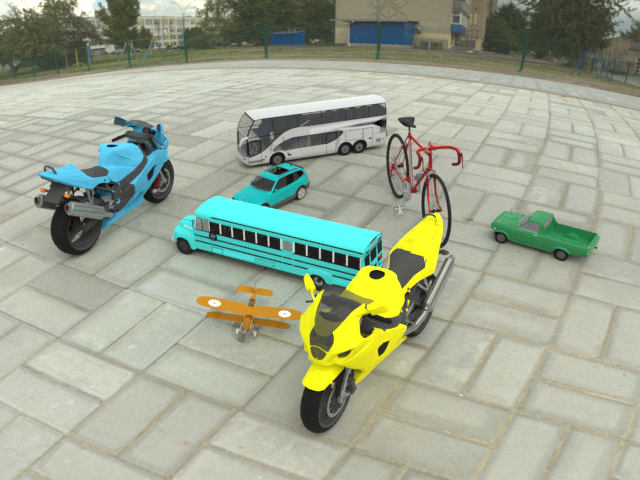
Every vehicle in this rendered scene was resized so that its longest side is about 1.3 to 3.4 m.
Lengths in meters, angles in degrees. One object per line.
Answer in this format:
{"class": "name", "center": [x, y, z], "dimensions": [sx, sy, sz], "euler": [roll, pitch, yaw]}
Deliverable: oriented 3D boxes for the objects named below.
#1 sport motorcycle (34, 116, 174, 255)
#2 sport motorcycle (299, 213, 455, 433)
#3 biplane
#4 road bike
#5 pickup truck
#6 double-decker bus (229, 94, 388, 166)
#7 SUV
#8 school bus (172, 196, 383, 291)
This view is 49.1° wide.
{"class": "sport motorcycle", "center": [-3.306, -0.943, 11.288], "dimensions": [0.983, 1.596, 2.955], "euler": [12, 31, 22]}
{"class": "sport motorcycle", "center": [0.657, 0.867, 7.957], "dimensions": [0.983, 1.596, 2.955], "euler": [17, 33, 29]}
{"class": "biplane", "center": [-0.877, 0.903, 9.034], "dimensions": [1.336, 0.504, 1.090], "euler": [1, 29, 2]}
{"class": "road bike", "center": [1.581, -1.097, 11.509], "dimensions": [0.696, 1.656, 3.004], "euler": [-6, 29, -12]}
{"class": "pickup truck", "center": [3.493, -0.134, 10.936], "dimensions": [1.603, 0.511, 0.640], "euler": [18, 33, 30]}
{"class": "double-decker bus", "center": [-0.184, -2.227, 14.221], "dimensions": [3.251, 1.052, 0.756], "euler": [-11, 30, -20]}
{"class": "SUV", "center": [-0.856, -0.906, 12.285], "dimensions": [0.656, 0.580, 1.572], "euler": [22, 35, 34]}
{"class": "school bus", "center": [-0.724, 0.008, 10.325], "dimensions": [3.322, 0.844, 0.709], "euler": [13, 31, 23]}
